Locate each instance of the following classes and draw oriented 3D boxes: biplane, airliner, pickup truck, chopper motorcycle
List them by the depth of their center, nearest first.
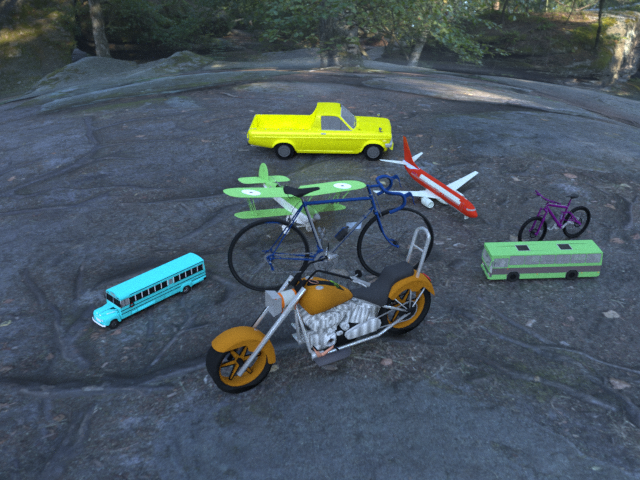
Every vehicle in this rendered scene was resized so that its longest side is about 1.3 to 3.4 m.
[{"bbox_3d":[0.085,0.802,8.353,3.040,1.480,0.906,-14,31,-25],"label":"chopper motorcycle"},{"bbox_3d":[-0.520,-0.727,11.832,2.598,0.981,2.120,-16,31,-27],"label":"biplane"},{"bbox_3d":[2.127,-1.138,12.781,2.257,0.835,2.541,-12,30,-22],"label":"airliner"},{"bbox_3d":[0.024,-2.375,14.986,3.117,0.993,1.244,1,28,2],"label":"pickup truck"}]

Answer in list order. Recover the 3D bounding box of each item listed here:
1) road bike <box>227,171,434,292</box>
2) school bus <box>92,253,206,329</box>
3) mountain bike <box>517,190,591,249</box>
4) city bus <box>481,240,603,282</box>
[{"bbox_3d":[0.191,-0.080,9.858,3.004,1.656,0.696,-5,28,-10],"label":"road bike"},{"bbox_3d":[-2.356,0.688,9.705,0.365,0.434,1.708,23,35,37],"label":"school bus"},{"bbox_3d":[3.785,-0.342,11.214,1.469,0.868,0.573,-12,30,-22],"label":"mountain bike"},{"bbox_3d":[3.281,0.311,10.402,1.674,0.460,0.476,-1,28,-3],"label":"city bus"}]
